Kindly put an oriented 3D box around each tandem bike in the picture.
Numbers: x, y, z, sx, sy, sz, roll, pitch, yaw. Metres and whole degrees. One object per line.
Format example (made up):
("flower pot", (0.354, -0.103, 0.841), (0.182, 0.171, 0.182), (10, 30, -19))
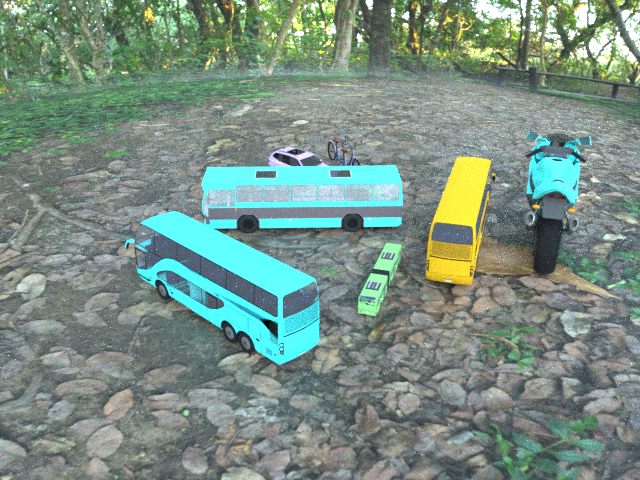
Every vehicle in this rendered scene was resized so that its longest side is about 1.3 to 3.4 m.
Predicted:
("tandem bike", (0.479, -1.765, 14.203), (0.283, 0.682, 1.642), (-10, 27, -20))

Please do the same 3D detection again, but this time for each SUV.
("SUV", (-0.323, -1.406, 13.574), (1.572, 0.580, 0.656), (22, 33, 37))

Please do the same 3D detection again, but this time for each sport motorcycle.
("sport motorcycle", (3.590, -0.663, 10.855), (0.983, 1.596, 2.955), (8, 27, 16))

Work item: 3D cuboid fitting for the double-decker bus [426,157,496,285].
("double-decker bus", (2.248, -0.422, 10.982), (0.756, 1.052, 3.251), (7, 27, 15))

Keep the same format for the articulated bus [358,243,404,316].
("articulated bus", (0.871, 0.524, 9.895), (0.311, 0.289, 1.749), (8, 27, 15))

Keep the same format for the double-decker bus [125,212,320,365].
("double-decker bus", (-1.334, 0.502, 9.060), (0.756, 1.052, 3.251), (-23, 34, -39))

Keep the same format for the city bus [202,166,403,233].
("city bus", (-0.291, -0.684, 11.708), (3.255, 0.894, 0.926), (-1, 26, -1))
